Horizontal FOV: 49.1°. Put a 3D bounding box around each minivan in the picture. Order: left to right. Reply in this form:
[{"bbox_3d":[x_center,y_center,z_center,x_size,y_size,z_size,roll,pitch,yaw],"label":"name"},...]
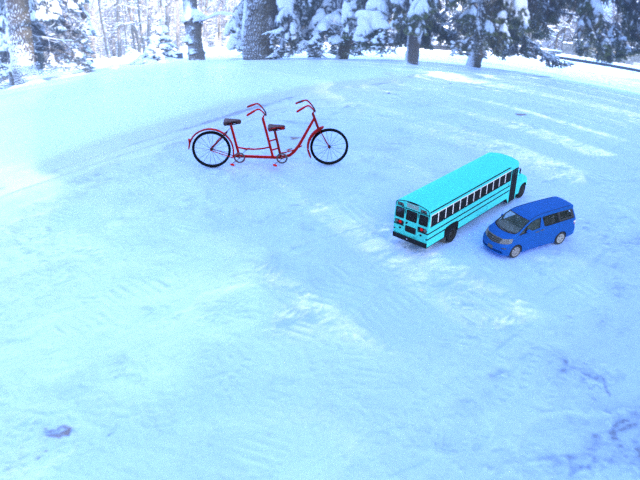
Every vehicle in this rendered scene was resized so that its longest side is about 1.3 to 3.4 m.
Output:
[{"bbox_3d":[3.341,-0.225,11.179,1.548,0.616,0.681,-14,32,-24],"label":"minivan"}]

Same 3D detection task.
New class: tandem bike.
[{"bbox_3d":[-1.023,-2.076,13.847,3.192,1.326,0.550,-1,29,-3],"label":"tandem bike"}]

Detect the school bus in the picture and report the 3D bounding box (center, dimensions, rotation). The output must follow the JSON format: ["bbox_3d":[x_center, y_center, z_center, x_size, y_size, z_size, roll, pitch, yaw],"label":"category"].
[{"bbox_3d":[2.520,-0.772,11.948,0.709,0.844,3.322,24,36,37],"label":"school bus"}]
